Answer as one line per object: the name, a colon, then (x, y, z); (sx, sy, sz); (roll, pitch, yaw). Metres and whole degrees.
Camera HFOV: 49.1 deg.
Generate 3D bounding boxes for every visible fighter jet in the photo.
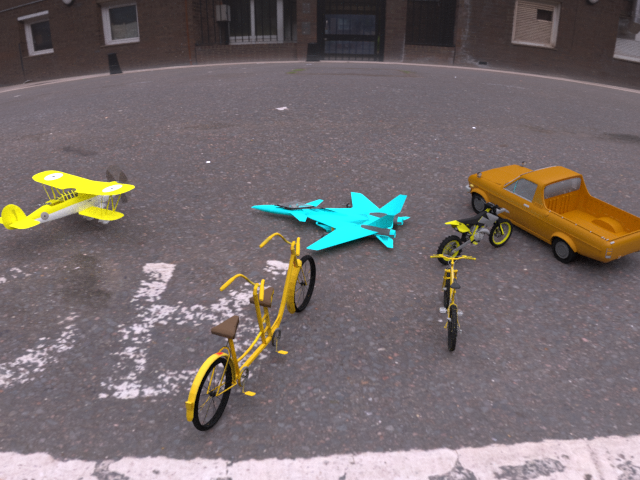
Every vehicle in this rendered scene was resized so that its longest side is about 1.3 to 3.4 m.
fighter jet: (0.068, -0.502, 11.467); (2.640, 0.557, 2.229); (10, 29, 18)

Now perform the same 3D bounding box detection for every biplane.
biplane: (-4.045, -0.573, 11.147); (2.598, 0.981, 2.120); (21, 34, 35)

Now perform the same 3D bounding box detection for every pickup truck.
pickup truck: (3.722, -0.558, 11.105); (1.244, 0.993, 3.117); (-15, 31, -26)

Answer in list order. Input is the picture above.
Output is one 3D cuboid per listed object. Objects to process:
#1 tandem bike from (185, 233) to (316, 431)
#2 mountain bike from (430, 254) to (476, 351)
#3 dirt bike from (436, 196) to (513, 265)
tandem bike: (-0.687, 0.860, 8.060); (0.550, 1.326, 3.192); (11, 30, 20)
mountain bike: (1.655, 0.718, 8.820); (0.573, 0.868, 1.469); (3, 28, 5)
dirt bike: (2.351, -0.154, 10.485); (1.493, 0.857, 0.527); (-16, 32, -28)
